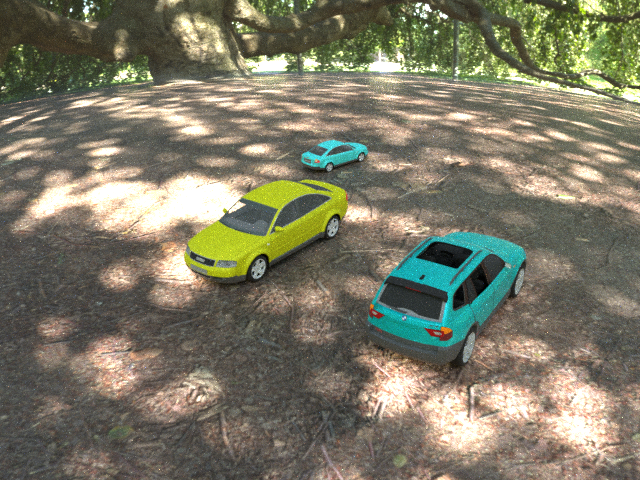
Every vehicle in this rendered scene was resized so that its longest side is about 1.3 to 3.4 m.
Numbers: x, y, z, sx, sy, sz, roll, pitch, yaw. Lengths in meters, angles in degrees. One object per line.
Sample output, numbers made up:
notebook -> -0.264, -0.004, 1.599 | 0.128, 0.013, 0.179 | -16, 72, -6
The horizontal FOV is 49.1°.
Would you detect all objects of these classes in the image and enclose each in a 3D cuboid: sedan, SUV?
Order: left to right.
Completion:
sedan -> -0.777, -0.294, 10.990 | 1.235, 0.940, 3.137 | 19, 32, 33
sedan -> 0.332, -1.827, 14.633 | 1.613, 0.483, 0.635 | -21, 33, -37
SUV -> 1.738, 0.517, 9.121 | 1.276, 1.128, 3.058 | 16, 30, 29
